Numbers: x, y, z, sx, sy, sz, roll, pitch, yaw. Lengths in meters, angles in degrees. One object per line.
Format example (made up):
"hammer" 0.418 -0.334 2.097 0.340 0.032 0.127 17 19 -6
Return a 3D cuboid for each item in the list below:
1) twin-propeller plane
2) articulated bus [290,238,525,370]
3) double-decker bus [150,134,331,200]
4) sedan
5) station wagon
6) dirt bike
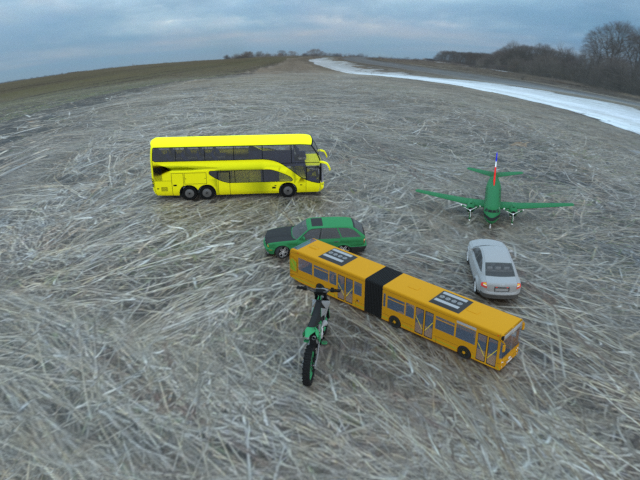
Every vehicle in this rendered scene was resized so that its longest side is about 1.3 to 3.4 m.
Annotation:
"twin-propeller plane" 3.020 -0.868 12.175 2.663 0.792 2.129 6 27 12
"articulated bus" 0.988 0.751 9.131 3.401 0.561 0.605 21 33 36
"double-decker bus" -1.454 -1.368 12.902 3.251 1.052 0.756 -2 26 -4
"sedan" 2.488 0.328 10.083 0.635 0.483 1.613 2 26 3
"station wagon" -0.086 -0.071 10.909 1.597 0.473 0.682 -2 26 -4
"dirt bike" -0.043 1.013 8.258 0.527 0.857 1.493 4 26 9
